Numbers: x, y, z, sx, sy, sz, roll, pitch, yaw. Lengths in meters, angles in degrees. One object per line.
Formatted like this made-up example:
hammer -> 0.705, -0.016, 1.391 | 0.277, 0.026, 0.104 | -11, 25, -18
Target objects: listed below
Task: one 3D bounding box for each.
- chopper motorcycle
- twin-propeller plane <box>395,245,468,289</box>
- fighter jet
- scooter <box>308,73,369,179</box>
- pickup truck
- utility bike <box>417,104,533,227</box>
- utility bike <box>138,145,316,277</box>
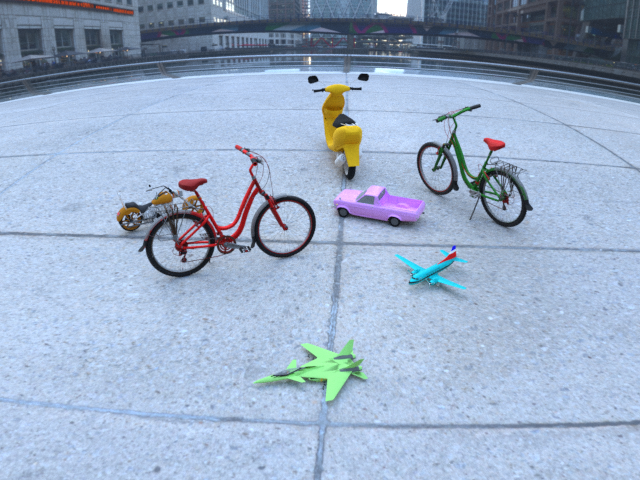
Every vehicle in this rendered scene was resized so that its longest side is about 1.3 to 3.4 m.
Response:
chopper motorcycle -> -2.748, -0.613, 12.103 | 1.563, 0.761, 0.466 | -15, 31, -27
twin-propeller plane -> 1.710, 0.408, 10.535 | 1.095, 0.407, 1.370 | -22, 35, -36
fighter jet -> -0.150, 1.546, 8.495 | 1.358, 0.286, 1.147 | -8, 29, -14
scooter -> 0.434, -2.466, 14.534 | 1.288, 1.786, 2.721 | -5, 28, -9
pickup truck -> 1.045, -0.652, 12.446 | 1.603, 0.511, 0.640 | 11, 30, 20
utility bike -> 2.603, -1.331, 12.311 | 1.039, 1.839, 2.791 | -18, 33, -31
utility bike -> -1.408, -0.454, 10.639 | 2.791, 1.839, 1.039 | -10, 29, -18
